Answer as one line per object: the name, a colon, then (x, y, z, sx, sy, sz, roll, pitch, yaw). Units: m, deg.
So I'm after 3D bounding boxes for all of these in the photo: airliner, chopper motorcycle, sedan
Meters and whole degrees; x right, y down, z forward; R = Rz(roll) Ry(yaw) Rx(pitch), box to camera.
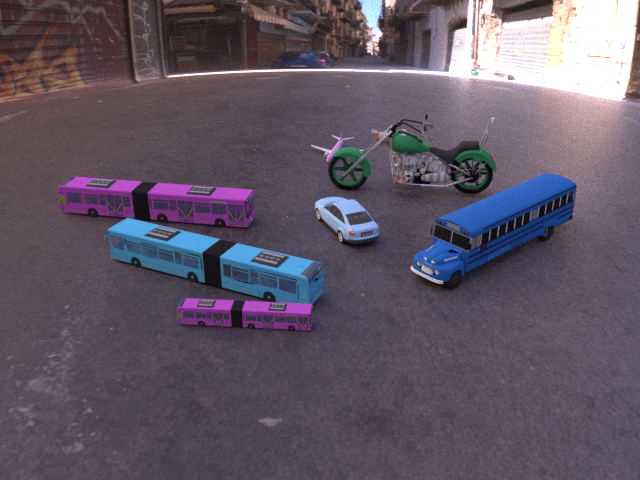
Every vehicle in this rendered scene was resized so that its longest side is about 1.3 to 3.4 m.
airliner: (0.331, -1.986, 14.724, 1.161, 0.429, 1.307, 7, 28, 14)
chopper motorcycle: (1.671, -1.564, 12.716, 3.040, 1.480, 0.906, 4, 27, 8)
sedan: (0.419, -0.412, 11.535, 0.635, 0.483, 1.613, -11, 29, -21)

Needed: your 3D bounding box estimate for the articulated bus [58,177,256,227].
articulated bus: (-2.774, -0.655, 11.932, 3.401, 0.561, 0.605, 5, 27, 10)

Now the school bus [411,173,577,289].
school bus: (2.714, -0.200, 10.713, 3.322, 0.844, 0.709, -21, 34, -36)

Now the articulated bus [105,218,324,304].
articulated bus: (-1.575, 0.293, 10.048, 3.401, 0.561, 0.605, 12, 29, 23)

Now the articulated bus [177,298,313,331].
articulated bus: (-0.953, 0.958, 9.030, 1.749, 0.289, 0.311, 2, 27, 5)
